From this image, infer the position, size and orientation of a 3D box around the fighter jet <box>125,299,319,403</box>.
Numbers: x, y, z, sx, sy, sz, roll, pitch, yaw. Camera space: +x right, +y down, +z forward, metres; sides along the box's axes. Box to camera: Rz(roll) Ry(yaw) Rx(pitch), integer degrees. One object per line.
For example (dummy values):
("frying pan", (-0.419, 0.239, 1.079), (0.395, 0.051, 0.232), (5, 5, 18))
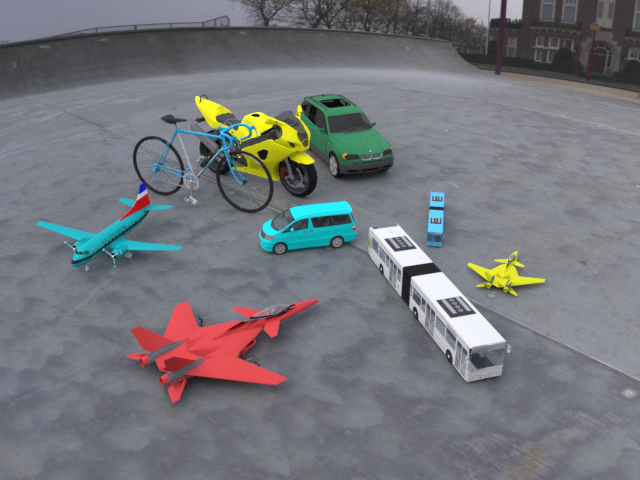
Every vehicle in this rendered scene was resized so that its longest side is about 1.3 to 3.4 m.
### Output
("fighter jet", (-1.013, 1.068, 8.875), (2.640, 0.557, 2.229), (-21, 34, -35))

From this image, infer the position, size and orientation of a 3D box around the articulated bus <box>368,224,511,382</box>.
("articulated bus", (1.464, 0.713, 9.568), (0.605, 0.561, 3.401), (-8, 28, -15))

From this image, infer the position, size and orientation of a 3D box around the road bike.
("road bike", (-2.165, -1.414, 12.538), (3.004, 1.656, 0.697), (12, 29, 22))

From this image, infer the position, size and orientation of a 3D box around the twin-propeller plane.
("twin-propeller plane", (-3.279, -0.208, 11.122), (2.663, 0.792, 2.129), (9, 28, 18))

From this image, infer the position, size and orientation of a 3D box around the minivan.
("minivan", (-0.211, -0.217, 11.335), (1.548, 0.616, 0.681), (-6, 28, -12))

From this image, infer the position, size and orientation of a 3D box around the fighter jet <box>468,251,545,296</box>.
("fighter jet", (2.828, 0.375, 10.534), (1.147, 0.286, 1.358), (13, 30, 23))

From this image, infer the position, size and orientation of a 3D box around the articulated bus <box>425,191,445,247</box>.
("articulated bus", (1.991, -0.385, 12.025), (0.311, 0.289, 1.749), (4, 27, 9))

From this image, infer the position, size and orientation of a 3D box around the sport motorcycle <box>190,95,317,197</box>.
("sport motorcycle", (-1.261, -1.828, 13.417), (2.955, 1.596, 0.983), (18, 32, 32))

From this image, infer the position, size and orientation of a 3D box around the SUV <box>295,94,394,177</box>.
("SUV", (0.451, -2.285, 14.830), (1.276, 1.128, 3.058), (-10, 29, -19))
